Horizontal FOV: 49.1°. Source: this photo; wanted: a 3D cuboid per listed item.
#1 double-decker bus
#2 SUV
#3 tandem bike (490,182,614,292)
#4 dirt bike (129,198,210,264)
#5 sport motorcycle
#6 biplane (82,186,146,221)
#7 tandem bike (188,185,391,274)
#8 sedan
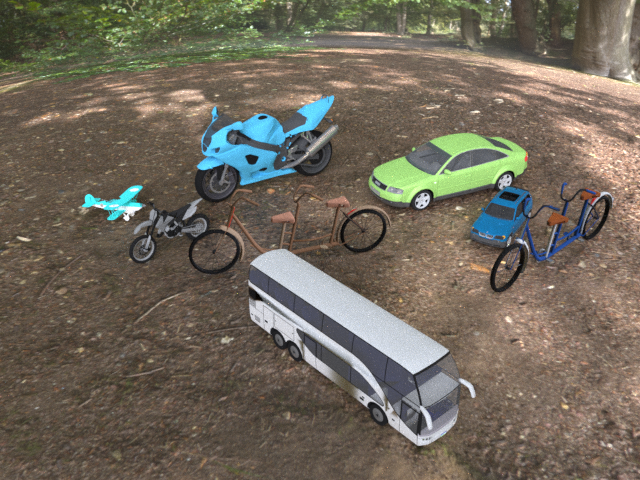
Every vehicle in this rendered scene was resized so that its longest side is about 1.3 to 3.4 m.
[{"bbox_3d":[0.331,1.208,8.417,0.756,1.052,3.251,-24,38,-35],"label":"double-decker bus"},{"bbox_3d":[3.050,-0.413,11.654,0.656,0.580,1.572,18,35,28],"label":"SUV"},{"bbox_3d":[3.617,-0.225,10.595,3.192,1.326,0.550,-23,38,-34],"label":"tandem bike"},{"bbox_3d":[-2.360,-0.199,11.014,1.493,0.857,0.527,-26,39,-37],"label":"dirt bike"},{"bbox_3d":[-0.969,-1.701,12.850,2.955,1.596,0.983,-19,35,-29],"label":"sport motorcycle"},{"bbox_3d":[-3.519,-0.618,12.081,1.090,0.504,1.336,4,31,6],"label":"biplane"},{"bbox_3d":[-0.408,-0.218,10.584,3.192,1.326,0.550,-8,31,-14],"label":"tandem bike"},{"bbox_3d":[2.388,-1.377,12.947,3.137,0.940,1.235,-14,33,-22],"label":"sedan"}]
